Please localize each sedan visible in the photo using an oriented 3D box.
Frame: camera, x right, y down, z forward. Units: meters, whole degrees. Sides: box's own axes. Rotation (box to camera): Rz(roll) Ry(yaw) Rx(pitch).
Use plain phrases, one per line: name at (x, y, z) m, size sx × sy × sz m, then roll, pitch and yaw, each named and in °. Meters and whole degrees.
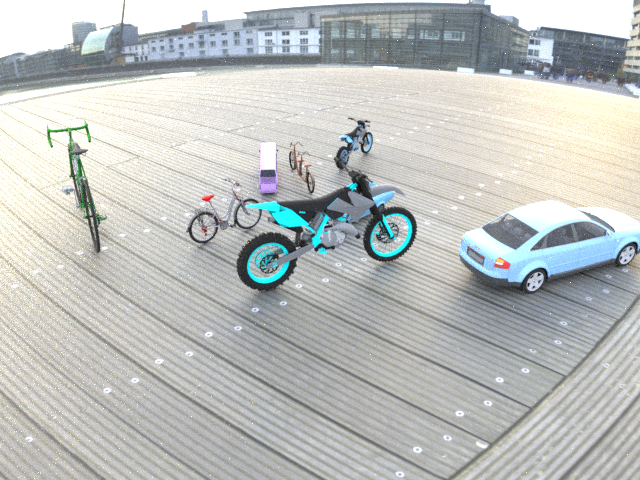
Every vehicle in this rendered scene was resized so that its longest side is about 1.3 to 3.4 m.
sedan at (3.600, -0.061, 10.614) m, size 3.137 × 0.940 × 1.235 m, roll -12°, pitch 30°, yaw -22°

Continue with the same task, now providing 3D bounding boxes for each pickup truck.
pickup truck at (0.591, -0.657, 12.226) m, size 0.640 × 0.511 × 1.603 m, roll 24°, pitch 36°, yaw 38°

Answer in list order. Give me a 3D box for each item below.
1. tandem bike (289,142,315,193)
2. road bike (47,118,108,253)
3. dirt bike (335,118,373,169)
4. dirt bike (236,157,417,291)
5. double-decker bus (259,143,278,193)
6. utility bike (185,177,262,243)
tandem bike at (-0.364, -1.455, 13.574) m, size 0.283 × 0.682 × 1.642 m, roll -9°, pitch 29°, yaw -16°
road bike at (-3.969, -0.978, 11.601) m, size 0.696 × 1.656 × 3.004 m, roll -12°, pitch 30°, yaw -22°
dirt bike at (0.724, -2.053, 14.532) m, size 0.527 × 0.857 × 1.493 m, roll 16°, pitch 32°, yaw 28°
dirt bike at (0.158, -0.224, 10.141) m, size 2.903 × 1.666 × 1.024 m, roll -12°, pitch 30°, yaw -21°
double-decker bus at (-1.007, -1.441, 13.698) m, size 0.389 × 0.541 × 1.672 m, roll -2°, pitch 28°, yaw -3°
utility bike at (-1.600, -0.513, 11.478) m, size 1.435 × 0.946 × 0.535 m, roll -19°, pitch 33°, yaw -32°
